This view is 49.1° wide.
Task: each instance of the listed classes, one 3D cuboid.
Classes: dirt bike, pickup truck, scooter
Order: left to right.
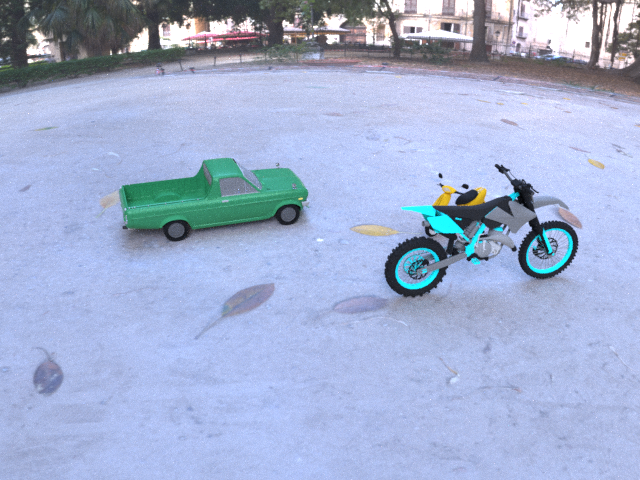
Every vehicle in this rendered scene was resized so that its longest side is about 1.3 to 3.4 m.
[{"bbox_3d":[-1.763,-0.776,11.724,3.117,0.993,1.244,-9,28,-16],"label":"pickup truck"},{"bbox_3d":[2.261,-0.616,11.492,1.399,0.919,0.662,-18,32,-32],"label":"scooter"},{"bbox_3d":[2.287,-0.080,9.626,2.903,1.666,1.024,-6,28,-12],"label":"dirt bike"}]
